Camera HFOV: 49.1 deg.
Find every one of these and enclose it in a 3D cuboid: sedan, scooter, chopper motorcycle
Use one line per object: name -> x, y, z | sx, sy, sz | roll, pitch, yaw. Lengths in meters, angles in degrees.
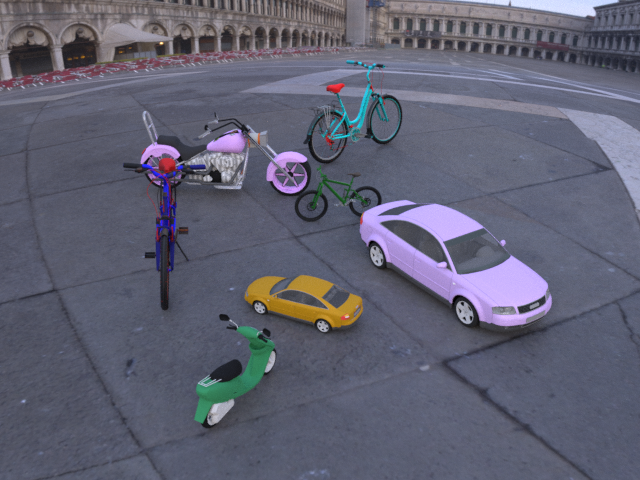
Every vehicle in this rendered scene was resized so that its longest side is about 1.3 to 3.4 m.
sedan -> -0.232, 0.740, 9.077 | 1.613, 0.483, 0.635 | 13, 30, 23
scooter -> -0.874, 1.333, 7.462 | 0.662, 0.919, 1.399 | 15, 31, 27
chopper motorcycle -> -1.677, -1.524, 12.354 | 3.040, 1.480, 0.906 | 2, 27, 3
sedan -> 1.785, 0.181, 9.659 | 1.235, 0.940, 3.137 | -17, 32, -29

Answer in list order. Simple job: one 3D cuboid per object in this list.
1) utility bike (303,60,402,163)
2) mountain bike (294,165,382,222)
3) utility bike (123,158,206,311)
utility bike -> 0.656, -2.651, 14.135 | 2.791, 1.839, 1.039 | -23, 35, -37
mountain bike -> 0.306, -0.737, 11.503 | 1.469, 0.868, 0.573 | -5, 28, -9
utility bike -> -2.057, -0.358, 9.720 | 1.039, 1.839, 2.791 | -4, 28, -8
